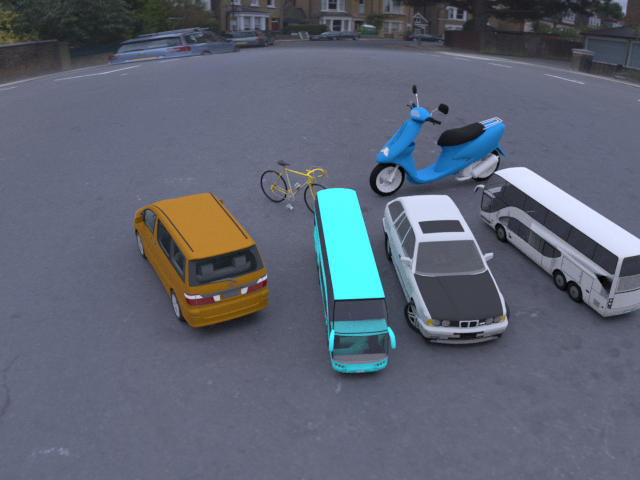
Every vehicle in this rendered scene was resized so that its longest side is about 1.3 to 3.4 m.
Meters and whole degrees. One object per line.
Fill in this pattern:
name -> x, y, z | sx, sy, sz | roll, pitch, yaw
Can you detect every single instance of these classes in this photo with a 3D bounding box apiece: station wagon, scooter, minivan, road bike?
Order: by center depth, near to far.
station wagon -> 1.676, 0.239, 9.804 | 1.327, 0.920, 3.105 | -3, 30, -5
minivan -> -1.787, 0.031, 9.891 | 1.324, 1.197, 3.011 | -14, 32, -23
road bike -> -0.417, -0.912, 11.913 | 1.545, 0.852, 0.358 | 19, 35, 30
scooter -> 2.160, -1.750, 12.447 | 2.721, 1.786, 1.288 | -10, 31, -17

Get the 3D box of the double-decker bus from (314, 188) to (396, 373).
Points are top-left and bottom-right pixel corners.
double-decker bus -> 0.354, 0.449, 9.299 | 0.756, 1.052, 3.251 | -2, 30, -4

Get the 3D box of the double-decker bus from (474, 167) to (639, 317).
double-decker bus -> 3.456, -0.114, 10.295 | 0.756, 1.052, 3.251 | -11, 31, -18
